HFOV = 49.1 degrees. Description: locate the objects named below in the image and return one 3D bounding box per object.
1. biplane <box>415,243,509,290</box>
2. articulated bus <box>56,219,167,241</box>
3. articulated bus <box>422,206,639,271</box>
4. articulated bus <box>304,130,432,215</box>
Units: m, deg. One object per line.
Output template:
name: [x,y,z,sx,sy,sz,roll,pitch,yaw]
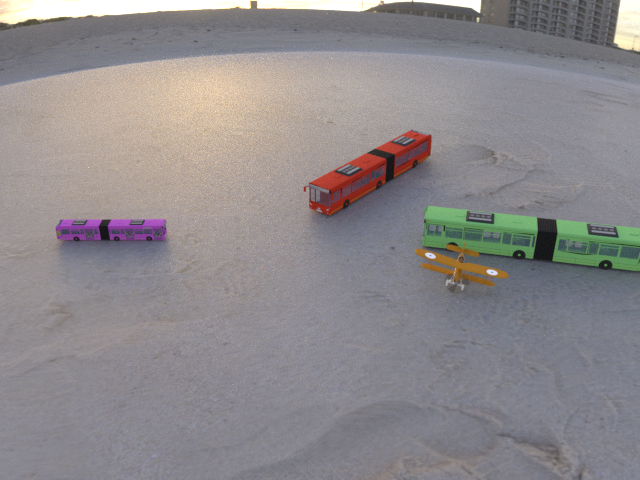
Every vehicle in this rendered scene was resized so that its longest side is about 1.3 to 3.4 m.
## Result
biplane: [2.050,0.380,10.152,1.336,0.504,1.090,8,30,13]
articulated bus: [-3.361,-0.166,11.339,1.749,0.289,0.311,0,29,0]
articulated bus: [3.273,-0.035,10.829,3.401,0.561,0.605,7,30,12]
articulated bus: [1.010,-1.326,13.118,0.605,0.561,3.401,21,36,33]
